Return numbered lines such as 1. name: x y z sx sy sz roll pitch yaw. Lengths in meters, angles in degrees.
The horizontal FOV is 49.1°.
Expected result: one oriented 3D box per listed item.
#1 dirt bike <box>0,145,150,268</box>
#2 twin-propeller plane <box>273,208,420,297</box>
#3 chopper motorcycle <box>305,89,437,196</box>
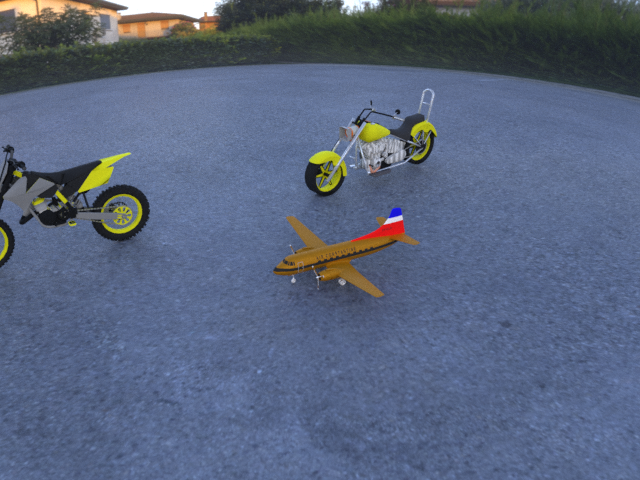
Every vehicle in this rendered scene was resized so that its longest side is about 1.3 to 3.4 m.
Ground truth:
1. dirt bike: -3.875 -0.501 10.017 2.903 1.666 1.024 -16 31 -29
2. twin-propeller plane: 0.307 0.080 9.842 2.129 0.792 2.663 -13 30 -25
3. chopper motorcycle: 0.994 -1.808 12.777 3.040 1.480 0.906 -20 33 -33
